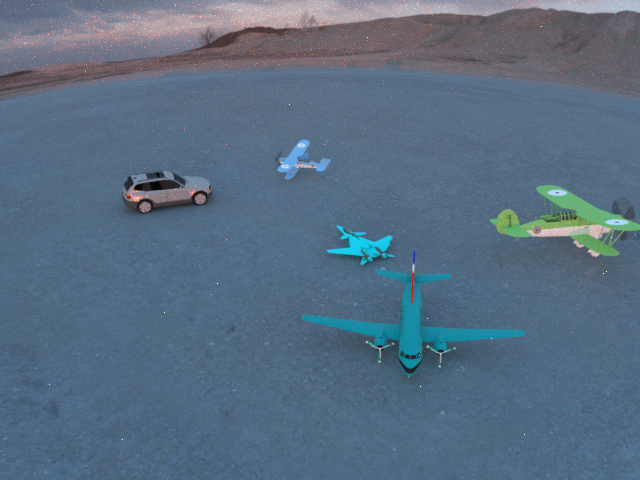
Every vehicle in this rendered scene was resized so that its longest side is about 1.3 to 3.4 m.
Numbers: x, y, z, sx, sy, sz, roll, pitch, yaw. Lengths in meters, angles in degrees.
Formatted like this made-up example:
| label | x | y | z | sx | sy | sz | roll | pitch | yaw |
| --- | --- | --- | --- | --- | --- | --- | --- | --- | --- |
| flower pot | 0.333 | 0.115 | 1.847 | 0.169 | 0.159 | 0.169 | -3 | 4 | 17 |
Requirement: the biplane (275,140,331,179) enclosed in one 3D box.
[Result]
| label | x | y | z | sx | sy | sz | roll | pitch | yaw |
| --- | --- | --- | --- | --- | --- | --- | --- | --- | --- |
| biplane | -0.353 | -1.495 | 13.658 | 1.090 | 0.504 | 1.336 | 9 | 28 | 17 |

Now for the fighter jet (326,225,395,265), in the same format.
| label | x | y | z | sx | sy | sz | roll | pitch | yaw |
| --- | --- | --- | --- | --- | --- | --- | --- | --- | --- |
| fighter jet | 0.580 | -0.045 | 11.004 | 1.147 | 0.286 | 1.358 | -13 | 29 | -24 |

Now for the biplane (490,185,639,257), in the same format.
| label | x | y | z | sx | sy | sz | roll | pitch | yaw |
| --- | --- | --- | --- | --- | --- | --- | --- | --- | --- |
| biplane | 3.664 | -0.243 | 10.625 | 2.120 | 0.981 | 2.598 | -4 | 27 | -8 |

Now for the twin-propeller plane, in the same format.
| label | x | y | z | sx | sy | sz | roll | pitch | yaw |
| --- | --- | --- | --- | --- | --- | --- | --- | --- | --- |
| twin-propeller plane | 1.124 | 0.888 | 8.576 | 2.663 | 0.792 | 2.129 | 3 | 27 | 7 |

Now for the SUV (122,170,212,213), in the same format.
| label | x | y | z | sx | sy | sz | roll | pitch | yaw |
| --- | --- | --- | --- | --- | --- | --- | --- | --- | --- |
| SUV | -2.708 | -0.917 | 12.418 | 1.572 | 0.580 | 0.656 | -10 | 28 | -19 |
